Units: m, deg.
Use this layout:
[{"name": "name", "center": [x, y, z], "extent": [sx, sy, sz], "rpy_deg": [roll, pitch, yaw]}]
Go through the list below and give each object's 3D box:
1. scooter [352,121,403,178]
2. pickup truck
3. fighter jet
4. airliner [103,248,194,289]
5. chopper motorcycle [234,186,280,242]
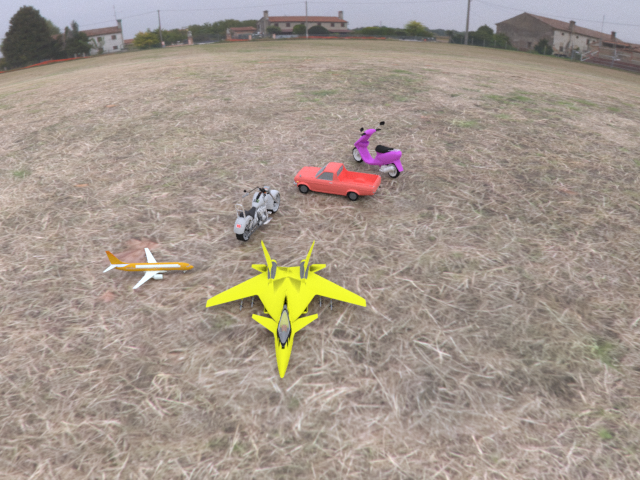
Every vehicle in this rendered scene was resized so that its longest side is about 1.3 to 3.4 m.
[{"name": "scooter", "center": [1.131, -1.807, 13.857], "extent": [0.662, 0.919, 1.399], "rpy_deg": [-23, 37, -34]}, {"name": "pickup truck", "center": [0.323, -1.139, 13.099], "extent": [1.603, 0.511, 0.640], "rpy_deg": [9, 31, 16]}, {"name": "fighter jet", "center": [-0.471, 0.868, 9.548], "extent": [2.229, 0.557, 2.640], "rpy_deg": [0, 30, 0]}, {"name": "airliner", "center": [-2.585, 0.330, 10.615], "extent": [1.307, 0.429, 1.161], "rpy_deg": [-2, 30, -3]}, {"name": "chopper motorcycle", "center": [-1.041, -0.565, 11.846], "extent": [0.466, 0.761, 1.563], "rpy_deg": [11, 31, 18]}]
